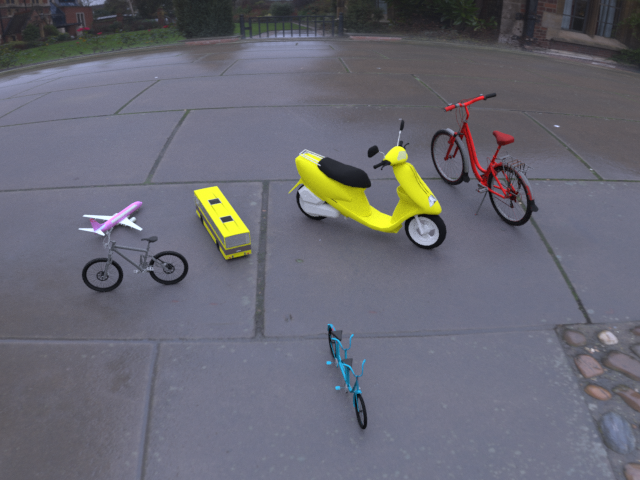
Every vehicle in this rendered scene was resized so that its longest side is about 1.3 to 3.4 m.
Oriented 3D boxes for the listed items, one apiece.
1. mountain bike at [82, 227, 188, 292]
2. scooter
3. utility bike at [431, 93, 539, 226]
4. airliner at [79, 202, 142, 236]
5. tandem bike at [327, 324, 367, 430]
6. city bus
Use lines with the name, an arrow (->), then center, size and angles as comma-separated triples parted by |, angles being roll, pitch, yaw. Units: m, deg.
mountain bike -> -2.607, 0.312, 9.834 | 1.469, 0.868, 0.573 | -6, 32, -10
scooter -> 0.721, -0.892, 10.922 | 2.721, 1.786, 1.288 | 15, 35, 24
utility bike -> 2.627, -1.391, 11.686 | 1.039, 1.839, 2.791 | -15, 35, -23
airliner -> -3.328, -0.436, 11.476 | 1.161, 0.429, 1.307 | 13, 34, 20
tandem bike -> 0.305, 1.451, 8.152 | 0.283, 0.682, 1.642 | -7, 32, -12
city bus -> -1.575, -0.280, 11.192 | 0.476, 0.460, 1.674 | -13, 34, -21
